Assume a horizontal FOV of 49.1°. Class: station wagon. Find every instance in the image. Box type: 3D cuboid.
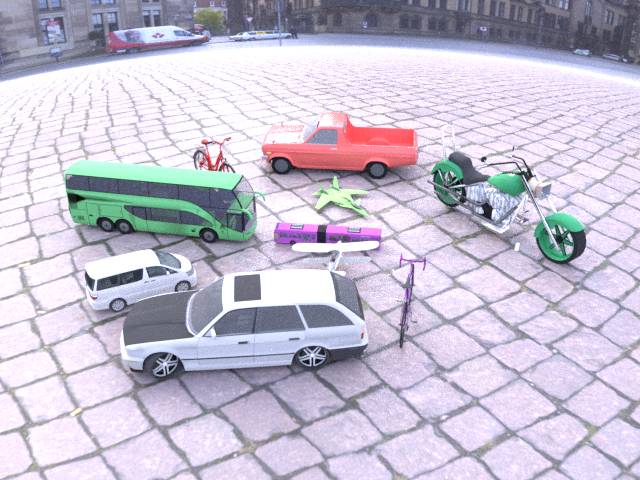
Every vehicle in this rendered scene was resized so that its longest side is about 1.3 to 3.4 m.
[{"bbox_3d":[-0.970,0.978,8.915,3.105,0.920,1.327,-3,30,-5],"label":"station wagon"}]

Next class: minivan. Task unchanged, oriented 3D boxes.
[{"bbox_3d":[-2.556,0.508,10.022,1.548,0.616,0.681,-15,33,-24],"label":"minivan"}]

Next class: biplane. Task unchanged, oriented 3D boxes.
[{"bbox_3d":[0.191,0.293,10.502,1.336,0.504,1.090,6,31,10],"label":"biplane"}]

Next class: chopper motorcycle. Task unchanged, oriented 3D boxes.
[{"bbox_3d":[2.997,-0.786,11.384,0.906,1.480,3.040,-21,37,-32],"label":"chopper motorcycle"}]

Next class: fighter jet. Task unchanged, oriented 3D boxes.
[{"bbox_3d":[0.473,-0.737,12.485,1.147,0.286,1.358,-19,35,-29],"label":"fighter jet"}]

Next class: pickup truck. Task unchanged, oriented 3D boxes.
[{"bbox_3d":[0.398,-1.928,13.826,3.117,0.993,1.244,3,30,5],"label":"pickup truck"}]

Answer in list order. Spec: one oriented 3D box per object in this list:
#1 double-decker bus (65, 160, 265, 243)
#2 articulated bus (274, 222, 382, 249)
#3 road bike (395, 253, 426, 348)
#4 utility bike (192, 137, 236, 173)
[{"bbox_3d":[-2.566,-0.643,11.564,3.251,1.052,0.756,6,31,10],"label":"double-decker bus"},{"bbox_3d":[0.135,-0.069,11.336,1.749,0.289,0.311,4,30,6],"label":"articulated bus"},{"bbox_3d":[1.177,0.754,9.367,0.358,0.852,1.545,6,31,11],"label":"road bike"},{"bbox_3d":[-1.966,-1.520,13.173,0.535,0.946,1.435,-25,38,-36],"label":"utility bike"}]
